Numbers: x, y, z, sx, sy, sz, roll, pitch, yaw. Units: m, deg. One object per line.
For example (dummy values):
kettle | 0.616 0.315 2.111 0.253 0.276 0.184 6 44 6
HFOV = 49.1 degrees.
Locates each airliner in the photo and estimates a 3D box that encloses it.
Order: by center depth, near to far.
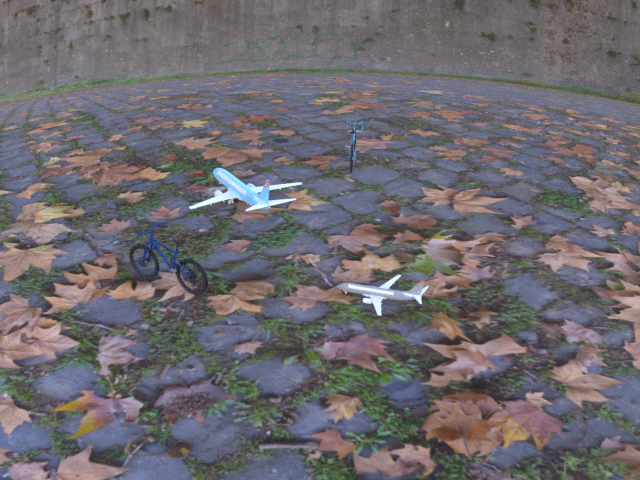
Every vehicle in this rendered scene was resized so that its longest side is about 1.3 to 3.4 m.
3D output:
airliner | 0.858 0.664 9.961 1.307 0.429 1.161 9 28 17
airliner | -1.470 -1.100 12.981 2.257 0.835 2.541 -15 31 -27

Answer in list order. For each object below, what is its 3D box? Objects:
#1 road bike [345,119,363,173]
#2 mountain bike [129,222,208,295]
road bike | 0.702 -2.011 14.752 0.358 0.852 1.545 3 27 5
mountain bike | -2.239 0.288 10.217 1.469 0.868 0.573 15 30 27
